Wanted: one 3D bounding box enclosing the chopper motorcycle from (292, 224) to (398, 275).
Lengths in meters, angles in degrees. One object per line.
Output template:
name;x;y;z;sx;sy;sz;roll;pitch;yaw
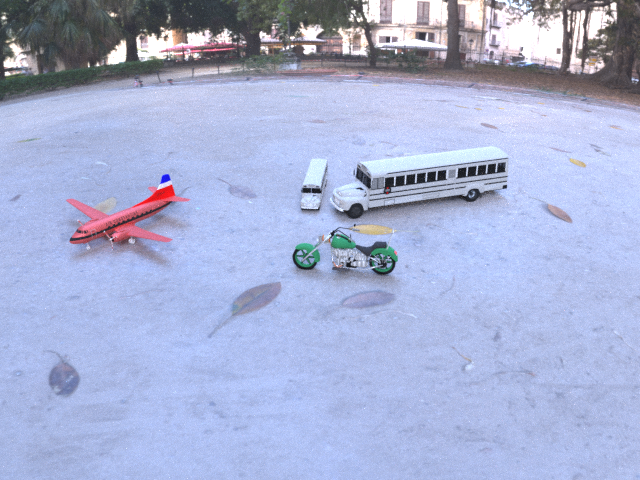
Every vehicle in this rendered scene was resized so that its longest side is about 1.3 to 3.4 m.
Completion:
chopper motorcycle;0.367;0.127;10.275;1.563;0.761;0.466;5;26;10

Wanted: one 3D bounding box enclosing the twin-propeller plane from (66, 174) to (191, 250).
twin-propeller plane;-3.188;-0.459;11.455;2.663;0.792;2.129;19;32;34

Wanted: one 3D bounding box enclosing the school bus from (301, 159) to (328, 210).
school bus;-0.098;-1.044;13.080;0.365;0.434;1.708;3;26;5

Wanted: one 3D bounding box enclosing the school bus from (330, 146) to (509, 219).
school bus;1.808;-1.079;12.681;3.322;0.844;0.709;-9;27;-18
